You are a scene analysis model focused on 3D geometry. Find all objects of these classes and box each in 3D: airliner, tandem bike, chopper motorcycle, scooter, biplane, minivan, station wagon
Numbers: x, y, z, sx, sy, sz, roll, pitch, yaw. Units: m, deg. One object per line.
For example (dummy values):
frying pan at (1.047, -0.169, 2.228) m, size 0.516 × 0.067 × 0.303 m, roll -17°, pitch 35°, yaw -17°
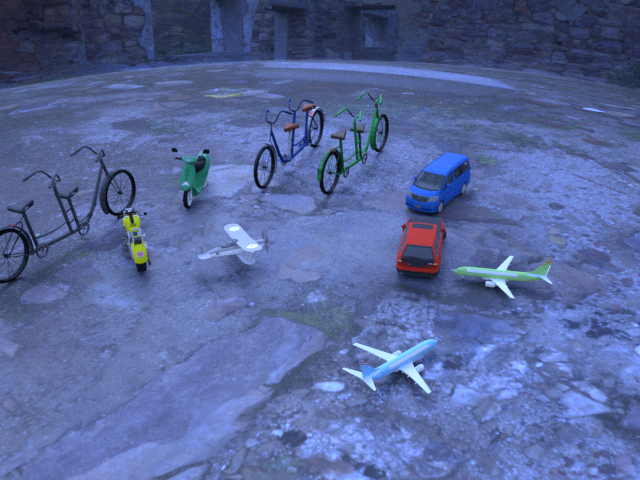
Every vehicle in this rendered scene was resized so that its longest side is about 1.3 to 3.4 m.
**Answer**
airliner at (2.487, 0.393, 9.564) m, size 1.307 × 0.429 × 1.161 m, roll 6°, pitch 28°, yaw 12°
tandem bike at (-0.520, -2.038, 13.266) m, size 0.550 × 1.326 × 3.192 m, roll 11°, pitch 29°, yaw 20°
chopper motorcycle at (-2.713, -0.124, 10.198) m, size 0.466 × 0.761 × 1.563 m, roll -10°, pitch 29°, yaw -18°
tandem bike at (0.677, -1.884, 12.970) m, size 0.550 × 1.326 × 3.192 m, roll 13°, pitch 30°, yaw 23°
scooter at (-2.157, -1.201, 12.098) m, size 0.662 × 0.919 × 1.399 m, roll 3°, pitch 28°, yaw 7°
tandem bike at (-3.784, -0.503, 10.315) m, size 0.550 × 1.326 × 3.192 m, roll 12°, pitch 30°, yaw 22°
biplane at (-1.261, 0.113, 10.021) m, size 1.090 × 0.504 × 1.336 m, roll -11°, pitch 29°, yaw -20°
minivan at (2.042, -0.989, 12.019) m, size 0.681 × 0.616 × 1.548 m, roll 17°, pitch 32°, yaw 30°
station wagon at (1.499, -0.008, 10.287) m, size 0.682 × 0.473 × 1.597 m, roll 6°, pitch 28°, yaw 11°
airliner at (0.895, 1.286, 7.847) m, size 1.307 × 0.429 × 1.161 m, roll -22°, pitch 35°, yaw -36°
